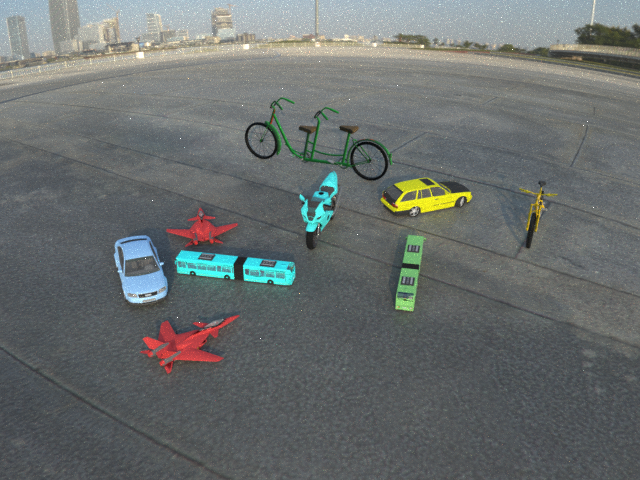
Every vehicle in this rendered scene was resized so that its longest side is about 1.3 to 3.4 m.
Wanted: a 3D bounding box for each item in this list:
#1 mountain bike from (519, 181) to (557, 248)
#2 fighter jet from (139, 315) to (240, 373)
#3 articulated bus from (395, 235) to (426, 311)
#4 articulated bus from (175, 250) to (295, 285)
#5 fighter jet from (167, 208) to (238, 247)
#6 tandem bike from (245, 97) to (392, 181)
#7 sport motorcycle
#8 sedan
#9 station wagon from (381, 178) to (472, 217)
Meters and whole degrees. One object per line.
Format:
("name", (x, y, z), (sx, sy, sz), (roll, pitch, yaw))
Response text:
("mountain bike", (3.451, -0.481, 11.162), (0.573, 0.868, 1.469), (11, 30, 20))
("fighter jet", (-1.528, 1.150, 8.759), (1.147, 0.286, 1.358), (24, 37, 37))
("articulated bus", (1.304, 0.440, 10.069), (0.311, 0.289, 1.749), (6, 29, 10))
("articulated bus", (-1.236, 0.402, 10.140), (1.749, 0.289, 0.311), (6, 29, 10))
("fighter jet", (-1.938, -0.319, 11.473), (1.147, 0.286, 1.358), (-5, 29, -10))
("tandem bike", (-0.100, -1.960, 13.415), (3.192, 1.326, 0.550), (14, 31, 23))
("sport motorcycle", (0.028, -0.486, 11.221), (0.506, 0.821, 1.520), (7, 29, 13))
("sedan", (-2.576, 0.369, 9.997), (0.635, 0.483, 1.613), (-10, 30, -18))
("station wagon", (1.876, -0.805, 12.176), (1.597, 0.473, 0.682), (-11, 30, -20))
